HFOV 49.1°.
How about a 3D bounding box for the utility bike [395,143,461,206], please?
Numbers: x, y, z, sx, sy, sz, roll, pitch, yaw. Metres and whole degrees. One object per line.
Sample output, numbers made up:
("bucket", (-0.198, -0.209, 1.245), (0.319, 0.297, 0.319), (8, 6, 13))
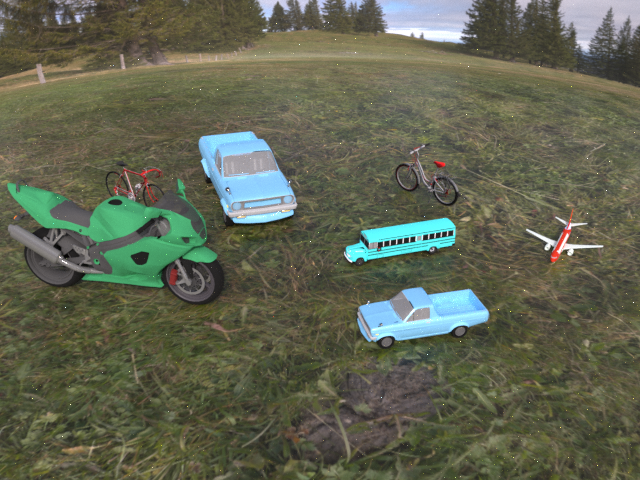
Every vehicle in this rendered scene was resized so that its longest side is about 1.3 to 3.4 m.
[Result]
("utility bike", (1.838, -1.132, 12.172), (0.535, 0.946, 1.435), (-25, 37, -38))

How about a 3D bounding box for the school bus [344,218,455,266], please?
("school bus", (1.202, 0.018, 10.551), (1.708, 0.434, 0.365), (-9, 29, -16))

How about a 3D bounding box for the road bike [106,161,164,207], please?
("road bike", (-3.122, -0.893, 11.821), (1.545, 0.852, 0.358), (18, 33, 31))

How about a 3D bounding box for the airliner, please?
("airliner", (3.713, -0.059, 10.701), (1.161, 0.429, 1.307), (14, 31, 25))

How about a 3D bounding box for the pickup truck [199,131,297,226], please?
("pickup truck", (-1.354, -1.259, 12.361), (1.244, 0.993, 3.117), (-9, 29, -16))

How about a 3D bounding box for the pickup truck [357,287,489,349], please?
("pickup truck", (1.288, 0.908, 8.793), (1.603, 0.511, 0.640), (-7, 29, -12))

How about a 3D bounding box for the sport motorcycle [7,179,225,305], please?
("sport motorcycle", (-2.695, 0.029, 9.291), (2.955, 1.596, 0.983), (6, 29, 12))
